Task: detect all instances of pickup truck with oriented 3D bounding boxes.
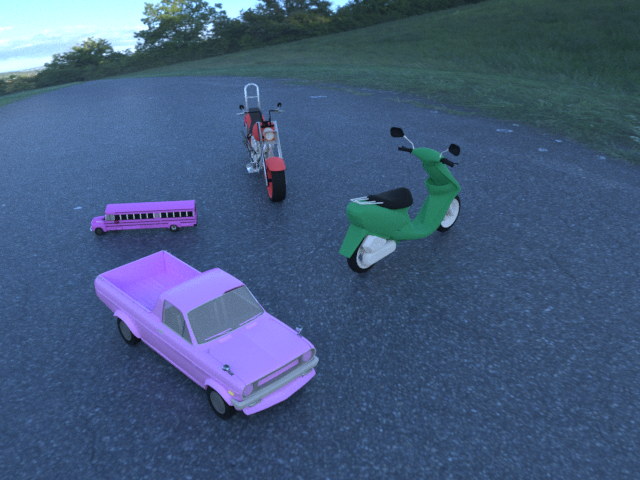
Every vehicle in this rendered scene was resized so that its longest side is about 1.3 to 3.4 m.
[{"bbox_3d":[-1.448,0.906,8.314,1.244,0.993,3.117,-24,35,-38],"label":"pickup truck"}]

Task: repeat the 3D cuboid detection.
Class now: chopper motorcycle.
[{"bbox_3d":[-1.068,-1.901,13.268,0.906,1.480,3.040,-6,28,-12],"label":"chopper motorcycle"}]

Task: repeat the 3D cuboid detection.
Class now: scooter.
[{"bbox_3d":[1.309,-0.631,10.448,2.721,1.786,1.288,-24,35,-38],"label":"scooter"}]

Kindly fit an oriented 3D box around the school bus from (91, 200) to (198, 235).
[{"bbox_3d":[-2.876,-0.374,11.431,1.708,0.434,0.365,-3,27,-6],"label":"school bus"}]
